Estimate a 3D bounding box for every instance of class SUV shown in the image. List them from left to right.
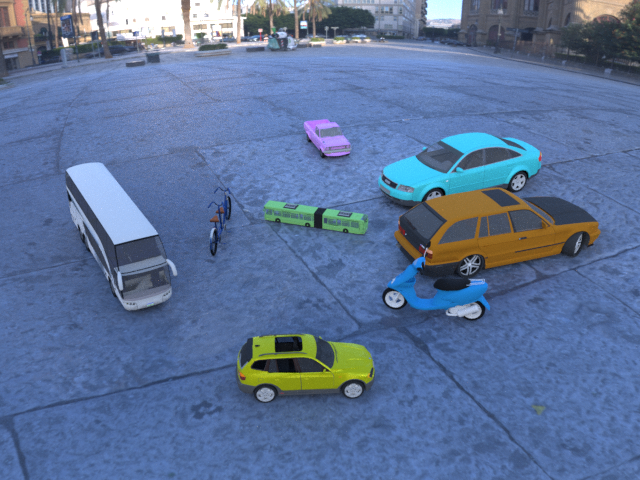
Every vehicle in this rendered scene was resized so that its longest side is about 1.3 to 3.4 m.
[{"bbox_3d":[-0.164,1.386,7.873,1.572,0.580,0.656,-2,28,-4],"label":"SUV"}]

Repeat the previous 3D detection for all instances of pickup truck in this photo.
[{"bbox_3d":[0.139,-2.192,14.621,0.640,0.511,1.603,-8,29,-15],"label":"pickup truck"}]

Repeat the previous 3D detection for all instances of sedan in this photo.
[{"bbox_3d":[2.535,-1.348,12.592,3.137,0.940,1.235,-12,31,-22],"label":"sedan"}]

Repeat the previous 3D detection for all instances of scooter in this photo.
[{"bbox_3d":[1.504,0.578,9.023,1.399,0.919,0.662,7,29,13],"label":"scooter"}]

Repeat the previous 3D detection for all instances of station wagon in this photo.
[{"bbox_3d":[2.726,-0.243,10.552,3.105,0.920,1.327,-10,30,-17],"label":"station wagon"}]

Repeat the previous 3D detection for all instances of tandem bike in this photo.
[{"bbox_3d":[-1.569,-0.360,11.023,0.283,0.682,1.642,2,28,3],"label":"tandem bike"}]

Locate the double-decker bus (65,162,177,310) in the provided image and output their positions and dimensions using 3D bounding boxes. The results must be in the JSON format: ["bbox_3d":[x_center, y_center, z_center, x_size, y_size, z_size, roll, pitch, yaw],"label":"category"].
[{"bbox_3d":[-2.985,-0.116,10.176,0.756,1.052,3.251,-15,32,-26],"label":"double-decker bus"}]

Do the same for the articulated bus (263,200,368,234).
[{"bbox_3d":[-0.085,-0.374,11.465,1.749,0.289,0.311,9,29,16],"label":"articulated bus"}]
